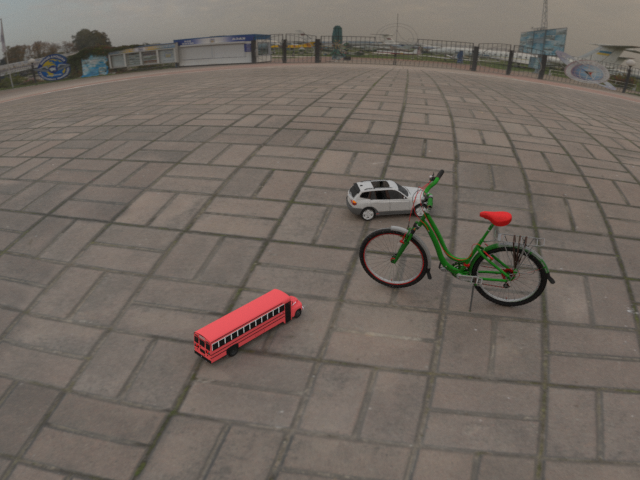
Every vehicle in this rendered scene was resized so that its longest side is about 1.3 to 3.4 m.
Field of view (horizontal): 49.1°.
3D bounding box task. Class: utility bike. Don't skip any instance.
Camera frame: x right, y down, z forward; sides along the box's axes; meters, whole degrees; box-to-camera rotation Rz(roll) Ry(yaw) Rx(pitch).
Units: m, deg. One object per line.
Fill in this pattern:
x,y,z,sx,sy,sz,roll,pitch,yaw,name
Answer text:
1.883,0.096,9.752,2.791,1.839,1.039,8,29,15,utility bike

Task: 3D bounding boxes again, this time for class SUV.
1.263,-0.771,12.701,1.572,0.580,0.656,-4,28,-7,SUV

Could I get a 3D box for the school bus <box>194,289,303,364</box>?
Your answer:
-0.908,1.093,9.377,0.365,0.434,1.708,24,36,37,school bus
